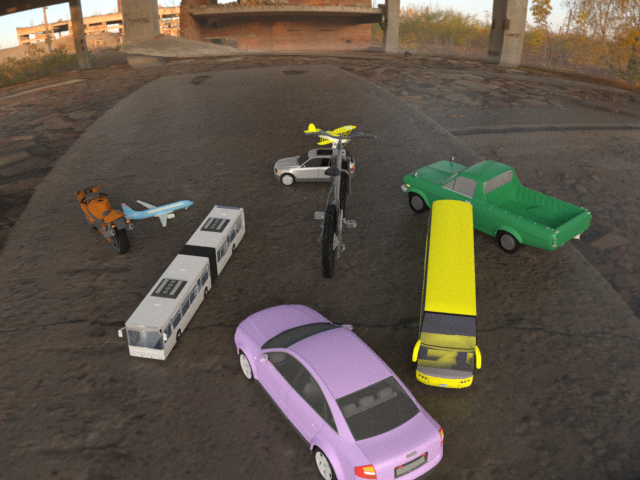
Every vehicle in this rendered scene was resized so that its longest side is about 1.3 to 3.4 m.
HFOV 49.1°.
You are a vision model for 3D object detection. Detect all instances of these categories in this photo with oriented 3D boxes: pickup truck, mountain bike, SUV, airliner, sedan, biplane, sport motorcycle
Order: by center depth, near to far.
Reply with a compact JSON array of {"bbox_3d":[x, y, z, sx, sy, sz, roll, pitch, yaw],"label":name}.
[{"bbox_3d":[0.072,1.511,7.765,1.235,0.940,3.137,-17,33,-27],"label":"sedan"},{"bbox_3d":[0.259,-0.673,10.876,1.114,1.688,2.857,3,30,6],"label":"mountain bike"},{"bbox_3d":[-3.445,-0.347,11.180,0.506,0.821,1.520,-22,36,-33],"label":"sport motorcycle"},{"bbox_3d":[2.841,-0.696,11.623,1.244,0.993,3.117,-24,37,-36],"label":"pickup truck"},{"bbox_3d":[-2.778,-0.586,12.003,1.307,0.429,1.161,-19,35,-30],"label":"airliner"},{"bbox_3d":[-0.097,-1.417,13.323,1.572,0.580,0.656,0,29,0],"label":"SUV"},{"bbox_3d":[0.207,-2.216,14.816,1.090,0.504,1.336,19,35,30],"label":"biplane"}]

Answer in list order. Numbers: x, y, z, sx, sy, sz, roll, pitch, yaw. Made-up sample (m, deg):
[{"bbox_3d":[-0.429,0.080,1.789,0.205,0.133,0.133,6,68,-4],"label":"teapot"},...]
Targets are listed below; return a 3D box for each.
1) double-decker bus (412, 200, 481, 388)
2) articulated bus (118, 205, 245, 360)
[{"bbox_3d":[1.690,0.617,9.236,0.756,1.052,3.251,5,30,9],"label":"double-decker bus"},{"bbox_3d":[-1.812,0.469,9.997,0.605,0.561,3.401,6,30,10],"label":"articulated bus"}]
